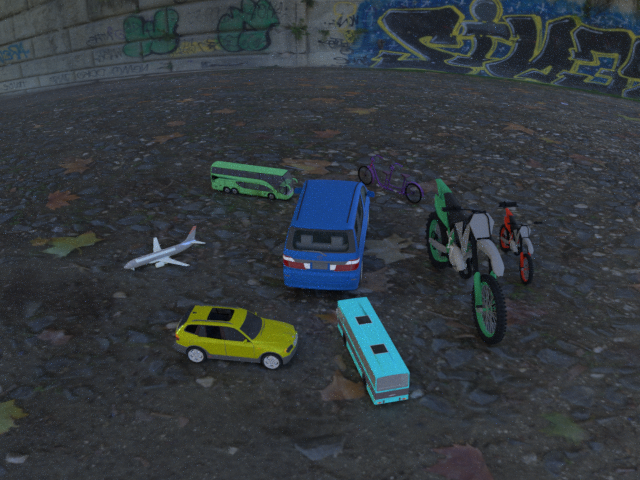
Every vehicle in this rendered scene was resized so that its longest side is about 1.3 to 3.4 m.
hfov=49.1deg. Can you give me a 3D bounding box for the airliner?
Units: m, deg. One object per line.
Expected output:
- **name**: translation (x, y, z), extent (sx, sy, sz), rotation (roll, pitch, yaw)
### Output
- **airliner**: translation (-2.505, 0.137, 11.090), extent (1.307, 0.429, 1.161), rotation (-20, 33, -33)

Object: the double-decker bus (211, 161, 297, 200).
- **double-decker bus**: translation (-1.278, -1.134, 13.390), extent (1.672, 0.541, 0.389), rotation (9, 29, 16)

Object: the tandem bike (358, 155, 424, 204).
- **tandem bike**: translation (1.328, -1.188, 13.341), extent (0.283, 0.682, 1.642), rotation (-24, 36, -38)

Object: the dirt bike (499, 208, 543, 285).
- **dirt bike**: translation (3.057, 0.032, 10.830), extent (0.527, 0.857, 1.493), rotation (-2, 28, -3)

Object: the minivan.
- **minivan**: translation (0.169, -0.311, 11.116), extent (1.324, 1.197, 3.011), rotation (3, 28, 6)

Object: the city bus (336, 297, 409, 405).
- **city bus**: translation (0.628, 1.357, 8.733), extent (0.476, 0.460, 1.674), rotation (-7, 28, -12)

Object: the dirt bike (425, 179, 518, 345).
- **dirt bike**: translation (2.030, 0.119, 9.794), extent (1.024, 1.666, 2.903), rotation (-5, 28, -9)

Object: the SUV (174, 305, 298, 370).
- **SUV**: translation (-1.064, 1.193, 8.916), extent (1.572, 0.580, 0.656), rotation (4, 28, 7)
